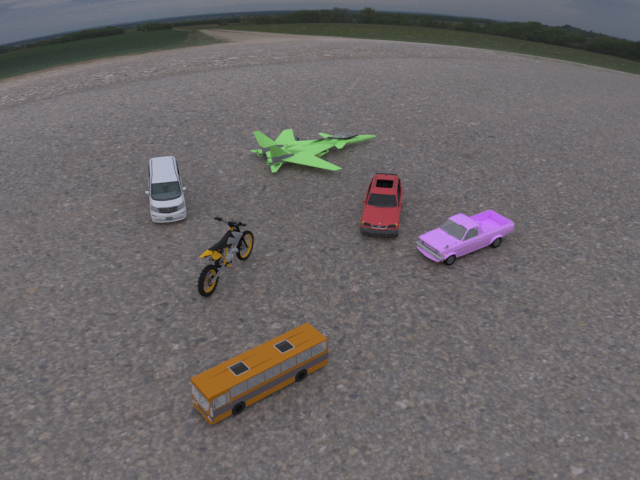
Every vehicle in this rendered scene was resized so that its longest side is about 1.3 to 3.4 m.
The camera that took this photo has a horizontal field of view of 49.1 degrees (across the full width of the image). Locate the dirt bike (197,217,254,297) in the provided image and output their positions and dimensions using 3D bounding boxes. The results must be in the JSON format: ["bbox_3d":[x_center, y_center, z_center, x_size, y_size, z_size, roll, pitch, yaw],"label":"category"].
[{"bbox_3d":[-1.362,0.162,10.153,0.527,0.857,1.493,13,34,21],"label":"dirt bike"}]

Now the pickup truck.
[{"bbox_3d":[2.288,-0.114,10.946,1.603,0.511,0.640,-18,36,-28],"label":"pickup truck"}]

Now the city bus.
[{"bbox_3d":[-0.679,1.556,8.228,1.674,0.460,0.476,-22,37,-32],"label":"city bus"}]

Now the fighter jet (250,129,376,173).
[{"bbox_3d":[0.008,-2.002,14.027,2.640,0.557,2.229,-15,34,-23],"label":"fighter jet"}]

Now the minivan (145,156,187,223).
[{"bbox_3d":[-2.669,-0.881,12.115,0.681,0.616,1.548,-7,32,-12],"label":"minivan"}]

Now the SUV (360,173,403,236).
[{"bbox_3d":[1.053,-0.614,11.706,0.656,0.580,1.572,5,31,8],"label":"SUV"}]
